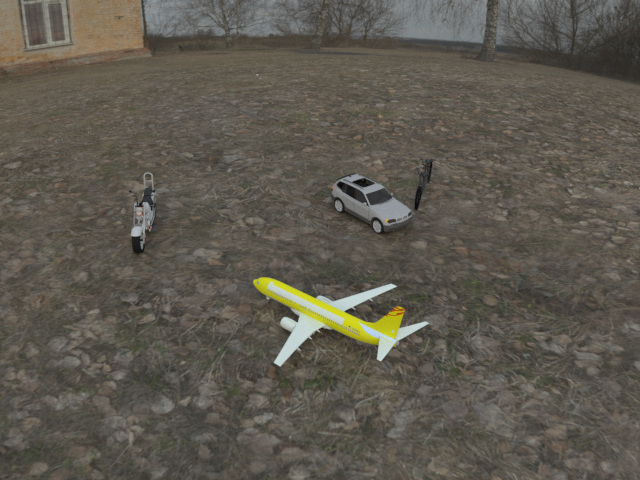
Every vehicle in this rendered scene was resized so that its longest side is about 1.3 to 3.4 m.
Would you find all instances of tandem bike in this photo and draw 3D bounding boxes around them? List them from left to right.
[{"bbox_3d":[1.850,-1.112,12.391,0.283,0.682,1.642,8,30,15],"label":"tandem bike"}]

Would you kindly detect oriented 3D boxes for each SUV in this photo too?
[{"bbox_3d":[0.839,-0.641,11.633,0.656,0.580,1.572,-21,35,-33],"label":"SUV"}]

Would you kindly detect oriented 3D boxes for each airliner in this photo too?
[{"bbox_3d":[0.038,0.760,8.793,2.541,0.835,2.257,23,36,35],"label":"airliner"}]

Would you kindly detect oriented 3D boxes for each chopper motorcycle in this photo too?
[{"bbox_3d":[-2.797,-0.444,11.082,0.466,0.761,1.563,-1,29,-3],"label":"chopper motorcycle"}]
